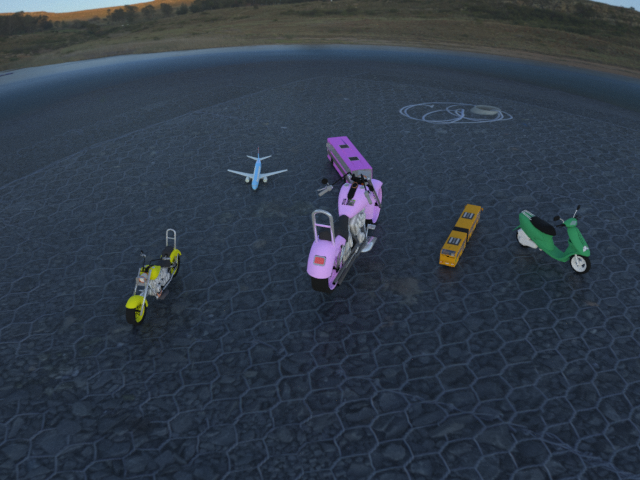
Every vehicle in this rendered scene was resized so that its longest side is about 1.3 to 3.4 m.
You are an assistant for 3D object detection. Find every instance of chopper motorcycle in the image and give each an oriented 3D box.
[{"bbox_3d":[-2.348,0.506,9.864,0.466,0.761,1.563,7,31,11],"label":"chopper motorcycle"},{"bbox_3d":[0.474,-0.392,10.705,0.906,1.480,3.040,10,31,17],"label":"chopper motorcycle"}]

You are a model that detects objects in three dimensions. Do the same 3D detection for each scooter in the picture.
[{"bbox_3d":[3.593,-0.105,10.768,0.662,0.919,1.399,-22,36,-33],"label":"scooter"}]

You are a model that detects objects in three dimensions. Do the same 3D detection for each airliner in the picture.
[{"bbox_3d":[-1.218,-1.372,13.462,1.161,0.429,1.307,0,30,0],"label":"airliner"}]

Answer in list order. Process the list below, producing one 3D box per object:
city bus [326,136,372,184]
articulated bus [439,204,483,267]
[{"bbox_3d":[0.558,-1.497,13.648,0.476,0.460,1.674,-8,31,-13],"label":"city bus"},{"bbox_3d":[2.301,-0.099,11.389,0.311,0.289,1.749,12,32,20],"label":"articulated bus"}]
